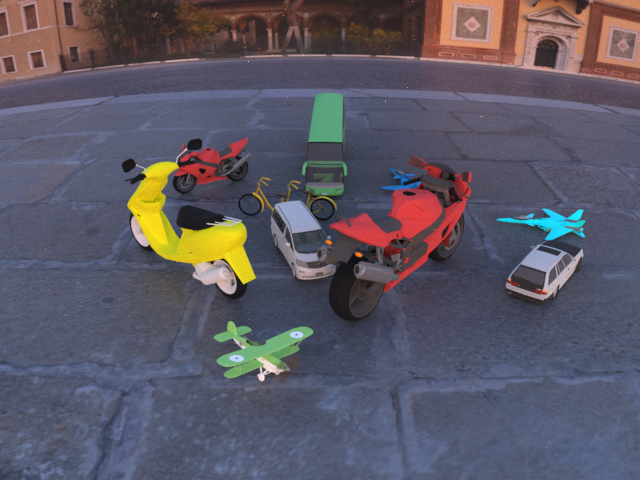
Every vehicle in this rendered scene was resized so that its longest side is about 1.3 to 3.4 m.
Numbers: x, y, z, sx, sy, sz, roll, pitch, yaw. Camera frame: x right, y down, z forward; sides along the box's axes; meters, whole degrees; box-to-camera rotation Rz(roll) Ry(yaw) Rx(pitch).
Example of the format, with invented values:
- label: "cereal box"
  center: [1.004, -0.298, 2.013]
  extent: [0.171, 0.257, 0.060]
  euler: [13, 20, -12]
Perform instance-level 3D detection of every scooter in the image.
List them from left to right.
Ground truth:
- label: "scooter"
  center: [-1.880, -0.325, 9.597]
  extent: [2.721, 1.786, 1.288]
  euler: [24, 36, 38]

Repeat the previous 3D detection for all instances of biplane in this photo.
- label: "biplane"
  center: [-0.702, 1.250, 7.980]
  extent: [1.090, 0.504, 1.336]
  euler: [25, 37, 39]

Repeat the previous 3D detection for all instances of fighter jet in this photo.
- label: "fighter jet"
  center: [1.597, -1.145, 12.766]
  extent: [1.147, 0.286, 1.358]
  euler: [-11, 30, -21]
- label: "fighter jet"
  center: [3.531, -0.336, 11.228]
  extent: [1.358, 0.286, 1.147]
  euler: [6, 28, 12]

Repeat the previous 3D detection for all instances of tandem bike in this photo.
- label: "tandem bike"
  center: [-0.540, -0.662, 11.424]
  extent: [1.642, 0.682, 0.283]
  euler: [4, 28, 7]

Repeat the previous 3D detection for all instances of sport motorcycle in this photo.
- label: "sport motorcycle"
  center: [-1.949, -1.346, 12.574]
  extent: [1.520, 0.821, 0.506]
  euler: [-17, 32, -30]
- label: "sport motorcycle"
  center: [1.116, -0.059, 9.295]
  extent: [0.983, 1.596, 2.955]
  euler: [22, 35, 36]

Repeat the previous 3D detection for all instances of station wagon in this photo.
- label: "station wagon"
  center: [3.169, 0.338, 9.747]
  extent: [0.682, 0.473, 1.597]
  euler: [19, 33, 32]

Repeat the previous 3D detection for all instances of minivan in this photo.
- label: "minivan"
  center: [-0.262, -0.011, 10.257]
  extent: [0.681, 0.616, 1.548]
  euler: [-9, 29, -17]

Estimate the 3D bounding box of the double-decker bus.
- label: "double-decker bus"
  center: [0.135, -1.845, 13.275]
  extent: [0.756, 1.052, 3.251]
  euler: [1, 28, 2]
